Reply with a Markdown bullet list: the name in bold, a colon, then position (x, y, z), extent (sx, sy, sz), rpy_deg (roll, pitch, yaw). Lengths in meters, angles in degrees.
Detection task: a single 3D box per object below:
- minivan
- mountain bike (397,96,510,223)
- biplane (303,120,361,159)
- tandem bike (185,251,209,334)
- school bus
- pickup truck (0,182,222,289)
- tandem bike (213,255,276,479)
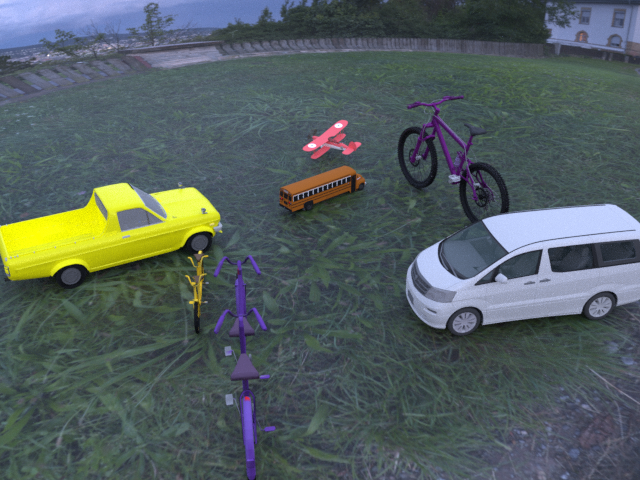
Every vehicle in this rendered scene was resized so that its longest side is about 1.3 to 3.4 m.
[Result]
- **minivan**: position (2.639, 0.322, 9.061), extent (3.011, 1.197, 1.324), rpy_deg (-5, 30, -9)
- **mountain bike**: position (2.129, -1.323, 11.450), extent (1.114, 1.688, 2.857), rpy_deg (-15, 33, -24)
- **biplane**: position (0.245, -1.861, 13.588), extent (1.090, 0.504, 1.336), rpy_deg (20, 35, 31)
- **tandem bike**: position (-1.596, 0.544, 9.193), extent (0.283, 0.682, 1.642), rpy_deg (-3, 30, -5)
- **school bus**: position (0.084, -0.900, 11.973), extent (1.708, 0.434, 0.365), rpy_deg (-22, 37, -34)
- **pickup truck**: position (-3.027, -0.194, 10.171), extent (3.117, 0.993, 1.244), rpy_deg (-15, 33, -25)
- **tandem bike**: position (-0.824, 1.135, 7.507), extent (0.550, 1.326, 3.192), rpy_deg (-4, 30, -7)
